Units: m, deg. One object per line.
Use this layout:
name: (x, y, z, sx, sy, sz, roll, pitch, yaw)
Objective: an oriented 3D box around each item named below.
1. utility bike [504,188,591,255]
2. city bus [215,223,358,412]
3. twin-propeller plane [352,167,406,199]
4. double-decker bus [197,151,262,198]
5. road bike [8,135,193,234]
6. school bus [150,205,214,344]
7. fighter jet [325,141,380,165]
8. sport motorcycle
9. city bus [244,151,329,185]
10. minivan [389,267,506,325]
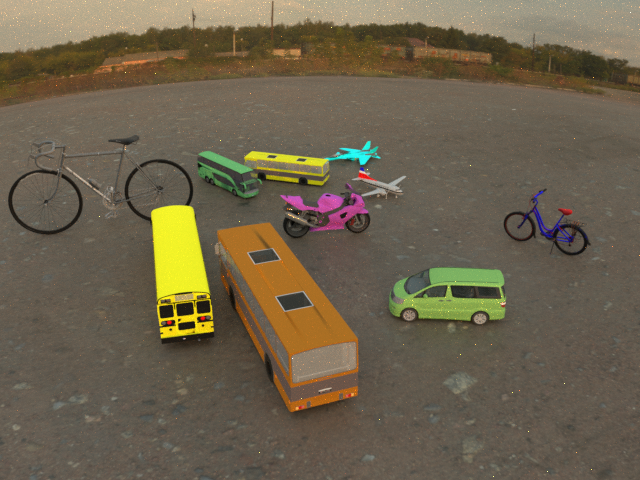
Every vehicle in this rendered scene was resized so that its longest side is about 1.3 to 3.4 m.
utility bike: (3.603, -0.266, 11.136, 1.435, 0.946, 0.535, 18, 31, 32)
city bus: (-0.523, 0.857, 8.901, 0.926, 0.894, 3.255, -10, 28, -19)
twin-propeller plane: (1.159, -1.095, 13.442, 1.095, 0.407, 1.370, 22, 33, 37)
double-decker bus: (-1.798, -1.271, 13.649, 0.389, 0.541, 1.672, -22, 33, -37)
road bike: (-3.658, -0.954, 11.734, 3.004, 1.656, 0.696, -7, 27, -14)
school bus: (-2.033, 0.318, 10.060, 0.709, 0.844, 3.322, -6, 27, -12)
fighter jet: (0.584, -1.870, 15.161, 1.358, 0.286, 1.147, -10, 28, -20)
sport motorcycle: (0.102, -0.457, 11.669, 1.520, 0.821, 0.506, -4, 26, -9)
city bus: (-0.670, -1.424, 14.054, 1.674, 0.460, 0.476, 8, 27, 16)
minivan: (1.719, 0.724, 9.491, 1.548, 0.616, 0.681, 2, 26, 5)
